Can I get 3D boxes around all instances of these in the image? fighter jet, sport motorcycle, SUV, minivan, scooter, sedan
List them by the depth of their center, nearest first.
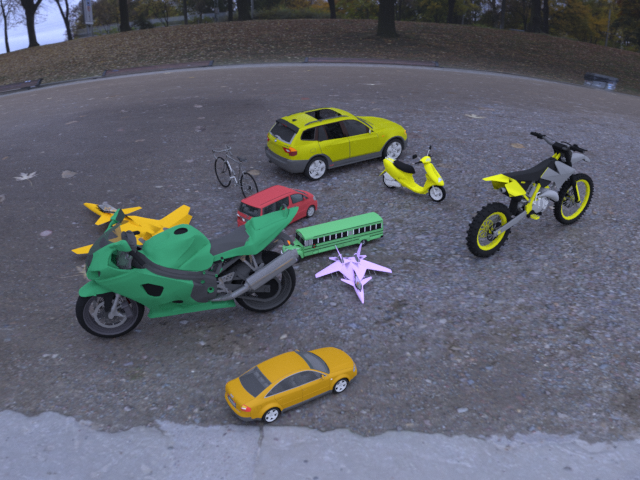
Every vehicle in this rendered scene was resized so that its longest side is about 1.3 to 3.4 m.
[{"bbox_3d":[-0.308,1.579,8.067,1.613,0.483,0.635,-17,32,-28],"label":"sedan"},{"bbox_3d":[-1.688,0.400,9.092,2.955,1.596,0.983,-9,29,-16],"label":"sport motorcycle"},{"bbox_3d":[0.516,0.488,10.315,1.147,0.286,1.358,-3,28,-6],"label":"fighter jet"},{"bbox_3d":[-3.233,-0.388,11.667,2.640,0.557,2.229,23,36,36],"label":"fighter jet"},{"bbox_3d":[-0.699,-0.579,11.961,0.681,0.616,1.548,22,35,35],"label":"minivan"},{"bbox_3d":[1.720,-1.263,12.919,1.399,0.919,0.662,20,34,32],"label":"scooter"},{"bbox_3d":[0.376,-2.115,14.290,3.058,1.128,1.276,-17,32,-28],"label":"SUV"}]

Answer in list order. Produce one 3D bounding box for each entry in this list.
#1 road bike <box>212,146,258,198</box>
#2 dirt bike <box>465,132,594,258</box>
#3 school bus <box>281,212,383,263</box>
[{"bbox_3d":[-1.563,-1.222,12.913,0.358,0.852,1.545,-20,34,-32],"label":"road bike"},{"bbox_3d":[3.453,-0.755,11.177,2.903,1.666,1.024,-18,33,-29],"label":"dirt bike"},{"bbox_3d":[0.198,-0.050,11.165,1.708,0.434,0.365,-14,31,-24],"label":"school bus"}]
